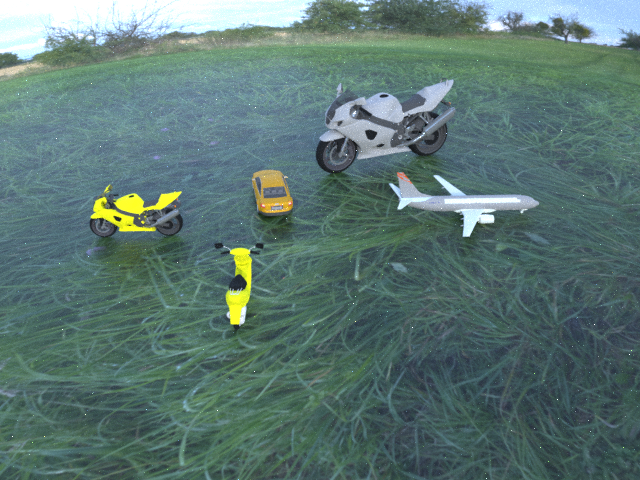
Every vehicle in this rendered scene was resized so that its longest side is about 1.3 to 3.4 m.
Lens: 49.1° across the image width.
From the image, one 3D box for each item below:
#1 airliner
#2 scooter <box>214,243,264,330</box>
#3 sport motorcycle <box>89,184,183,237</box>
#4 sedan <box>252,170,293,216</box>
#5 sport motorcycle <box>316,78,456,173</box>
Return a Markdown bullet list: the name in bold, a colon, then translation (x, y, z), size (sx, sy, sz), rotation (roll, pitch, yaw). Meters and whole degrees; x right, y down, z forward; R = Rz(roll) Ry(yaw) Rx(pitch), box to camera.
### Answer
- **airliner**: translation (2.492, -0.791, 11.818), size (2.541, 0.835, 2.257), rotation (-2, 30, -3)
- **scooter**: translation (-1.086, 0.522, 9.469), size (0.662, 0.919, 1.399), rotation (0, 30, 0)
- **sport motorcycle**: translation (-2.945, -0.427, 11.204), size (1.520, 0.821, 0.506), rotation (-2, 30, -3)
- **sedan**: translation (-0.860, -0.918, 12.388), size (0.635, 0.483, 1.613), rotation (-5, 31, -9)
- **sport motorcycle**: translation (1.269, -2.221, 13.527), size (2.955, 1.596, 0.983), rotation (-13, 33, -22)
